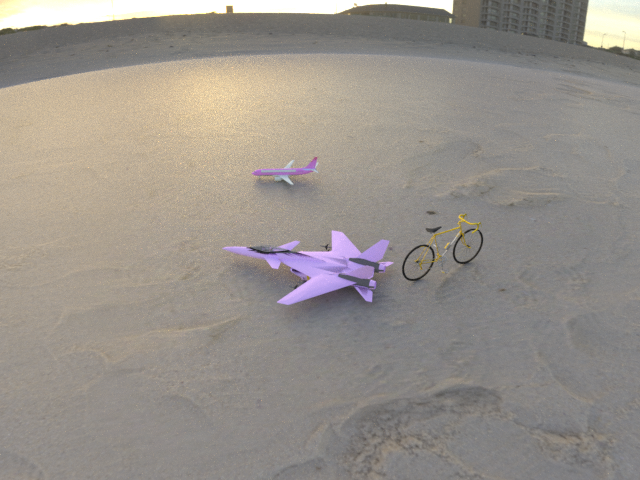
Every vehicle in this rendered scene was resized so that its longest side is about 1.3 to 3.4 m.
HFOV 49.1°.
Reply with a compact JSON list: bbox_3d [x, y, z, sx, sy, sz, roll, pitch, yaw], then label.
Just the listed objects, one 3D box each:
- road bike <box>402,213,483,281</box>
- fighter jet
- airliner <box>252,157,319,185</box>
[{"bbox_3d":[1.854,0.106,10.416,1.545,0.852,0.358,-16,33,-26],"label":"road bike"},{"bbox_3d":[-0.306,0.212,10.529,2.640,0.557,2.229,11,31,18],"label":"fighter jet"},{"bbox_3d":[-0.675,-1.404,13.539,1.307,0.429,1.161,0,29,-1],"label":"airliner"}]
